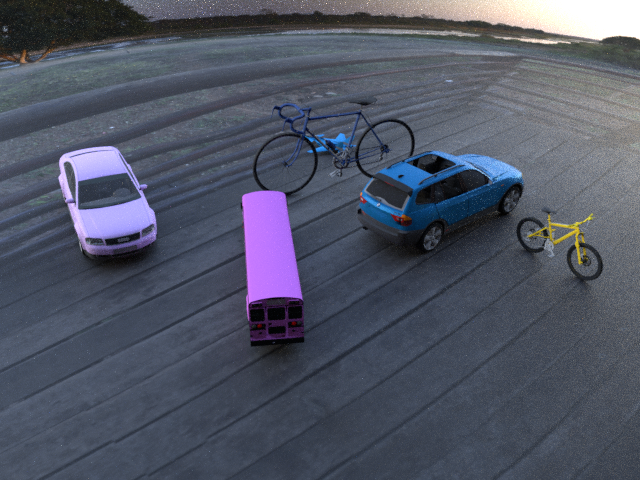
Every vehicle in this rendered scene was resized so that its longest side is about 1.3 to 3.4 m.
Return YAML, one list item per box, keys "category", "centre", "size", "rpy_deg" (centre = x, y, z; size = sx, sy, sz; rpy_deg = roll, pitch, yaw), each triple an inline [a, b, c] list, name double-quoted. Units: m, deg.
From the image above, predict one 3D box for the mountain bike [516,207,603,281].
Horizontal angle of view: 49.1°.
- category: "mountain bike"
  centre: [3.434, -0.016, 10.047]
  size: [0.573, 0.868, 1.469]
  rpy_deg: [-21, 37, -31]

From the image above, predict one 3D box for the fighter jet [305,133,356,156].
- category: "fighter jet"
  centre: [0.034, -2.029, 13.939]
  size: [1.358, 0.286, 1.147]
  rpy_deg: [21, 37, 30]

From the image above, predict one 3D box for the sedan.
- category: "sedan"
  centre: [-3.454, -0.754, 11.199]
  size: [1.235, 0.940, 3.137]
  rpy_deg: [-13, 34, -21]

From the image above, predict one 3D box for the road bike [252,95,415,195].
- category: "road bike"
  centre: [0.286, -1.649, 11.988]
  size: [3.004, 1.656, 0.697]
  rpy_deg: [-11, 33, -17]

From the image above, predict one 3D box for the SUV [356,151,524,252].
- category: "SUV"
  centre: [1.987, -0.829, 11.140]
  size: [3.058, 1.128, 1.276]
  rpy_deg: [-23, 38, -33]

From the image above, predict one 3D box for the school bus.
- category: "school bus"
  centre: [-0.709, 0.194, 9.724]
  size: [0.709, 0.844, 3.322]
  rpy_deg: [-4, 31, -6]
